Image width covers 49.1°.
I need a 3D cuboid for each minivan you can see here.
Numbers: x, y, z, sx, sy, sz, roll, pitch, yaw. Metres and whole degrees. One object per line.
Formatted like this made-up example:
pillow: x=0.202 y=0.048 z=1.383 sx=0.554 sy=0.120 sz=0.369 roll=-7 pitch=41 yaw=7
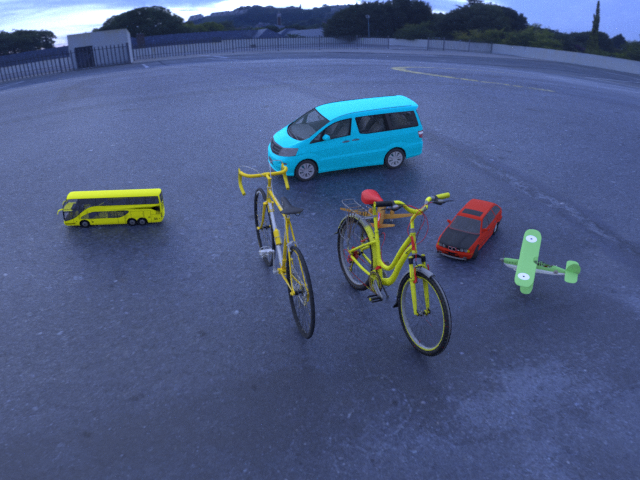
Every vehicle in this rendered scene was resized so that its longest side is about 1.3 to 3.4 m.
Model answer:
minivan: x=0.479 y=-2.027 z=13.610 sx=3.011 sy=1.197 sz=1.324 roll=-9 pitch=29 yaw=-17

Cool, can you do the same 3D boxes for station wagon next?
station wagon: x=2.354 y=-0.212 z=10.971 sx=0.682 sy=0.473 sz=1.597 roll=15 pitch=32 yaw=27

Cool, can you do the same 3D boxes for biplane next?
biplane: x=3.066 y=0.389 z=9.808 sx=1.090 sy=0.504 sz=1.336 roll=10 pitch=30 yaw=18

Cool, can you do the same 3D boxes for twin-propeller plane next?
twin-propeller plane: x=0.997 y=-0.458 z=11.503 sx=1.370 sy=0.407 sz=1.095 roll=4 pitch=28 yaw=8

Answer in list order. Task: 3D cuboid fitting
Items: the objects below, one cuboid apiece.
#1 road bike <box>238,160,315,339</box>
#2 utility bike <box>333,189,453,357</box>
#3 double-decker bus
road bike: x=-0.528 y=0.013 z=9.290 sx=0.696 sy=1.656 sz=3.004 roll=-9 pitch=29 yaw=-16
utility bike: x=0.940 y=0.131 z=8.872 sx=1.039 sy=1.839 sz=2.791 roll=-13 pitch=31 yaw=-23
double-decker bus: x=-3.414 y=-0.530 z=11.496 sx=1.672 sy=0.541 sz=0.389 roll=-2 pitch=28 yaw=-4
